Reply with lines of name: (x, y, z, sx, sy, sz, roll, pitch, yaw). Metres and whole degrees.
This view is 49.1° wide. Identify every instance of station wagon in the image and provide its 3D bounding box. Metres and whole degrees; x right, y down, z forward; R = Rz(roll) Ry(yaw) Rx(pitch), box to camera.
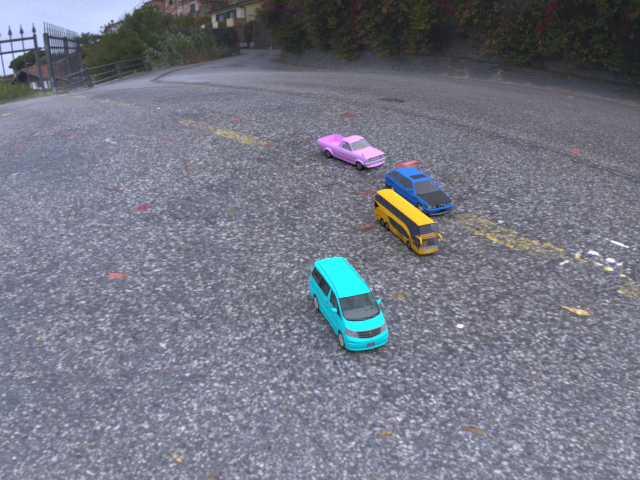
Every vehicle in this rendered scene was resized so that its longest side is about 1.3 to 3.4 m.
station wagon: (1.810, -0.939, 12.879, 0.682, 0.473, 1.597, -12, 29, -22)

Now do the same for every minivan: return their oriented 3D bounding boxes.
minivan: (0.363, 0.820, 9.225, 0.681, 0.616, 1.548, -9, 28, -18)

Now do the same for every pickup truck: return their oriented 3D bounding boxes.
pickup truck: (0.648, -1.937, 14.821, 0.640, 0.511, 1.603, -21, 34, -36)

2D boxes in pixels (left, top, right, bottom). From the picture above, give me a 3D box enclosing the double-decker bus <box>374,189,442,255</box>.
double-decker bus: (1.407, -0.301, 11.537, 0.389, 0.541, 1.672, -11, 29, -20)
